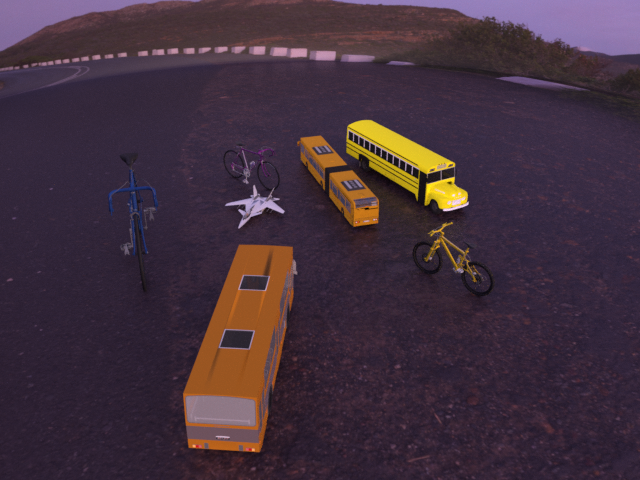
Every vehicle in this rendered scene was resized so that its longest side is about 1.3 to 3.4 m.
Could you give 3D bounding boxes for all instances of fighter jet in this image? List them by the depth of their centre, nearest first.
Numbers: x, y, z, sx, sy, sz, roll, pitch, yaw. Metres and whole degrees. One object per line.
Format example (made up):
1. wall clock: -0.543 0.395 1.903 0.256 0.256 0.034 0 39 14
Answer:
1. fighter jet: -1.240 -0.596 12.832 1.147 0.286 1.358 8 30 14

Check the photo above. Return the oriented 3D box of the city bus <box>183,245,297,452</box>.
1. city bus: -0.909 1.238 8.878 0.926 0.894 3.255 2 29 4

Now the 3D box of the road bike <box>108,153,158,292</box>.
1. road bike: -2.929 -0.447 11.144 0.696 1.656 3.004 -7 30 -13

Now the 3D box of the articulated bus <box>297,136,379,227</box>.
1. articulated bus: 0.305 -1.228 13.693 0.605 0.561 3.401 -9 30 -15

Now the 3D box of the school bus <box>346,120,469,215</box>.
1. school bus: 1.680 -1.498 13.888 0.709 0.844 3.322 -16 33 -26

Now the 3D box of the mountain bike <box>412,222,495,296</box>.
1. mountain bike: 2.017 0.291 10.622 1.469 0.868 0.573 24 37 37

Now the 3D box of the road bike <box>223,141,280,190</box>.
1. road bike: -1.380 -1.511 13.904 1.545 0.852 0.358 21 35 33
